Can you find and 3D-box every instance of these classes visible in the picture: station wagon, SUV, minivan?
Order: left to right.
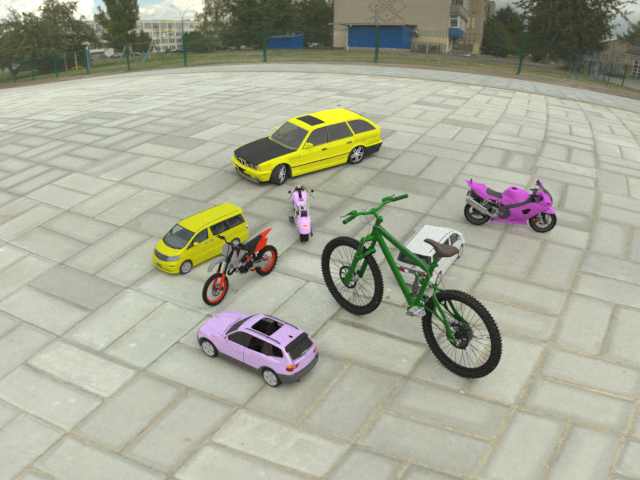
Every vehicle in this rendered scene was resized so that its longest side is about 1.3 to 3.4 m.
[{"bbox_3d":[-1.826,-0.038,10.670,0.681,0.616,1.548,24,36,37],"label":"minivan"},{"bbox_3d":[-0.765,1.196,8.387,1.572,0.580,0.656,18,33,31],"label":"SUV"},{"bbox_3d":[-0.248,-1.937,13.915,3.105,0.920,1.327,-19,33,-31],"label":"station wagon"},{"bbox_3d":[1.655,0.138,10.339,0.681,0.616,1.548,15,31,26],"label":"minivan"}]

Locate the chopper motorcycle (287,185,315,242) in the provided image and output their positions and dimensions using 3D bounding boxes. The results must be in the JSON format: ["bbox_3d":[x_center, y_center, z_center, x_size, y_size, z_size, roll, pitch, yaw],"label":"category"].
[{"bbox_3d":[-0.319,-0.562,11.499,0.466,0.761,1.563,-3,28,-6],"label":"chopper motorcycle"}]

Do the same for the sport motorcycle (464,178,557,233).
[{"bbox_3d":[3.105,-0.566,11.442,1.520,0.821,0.506,8,29,14],"label":"sport motorcycle"}]

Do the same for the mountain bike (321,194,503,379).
[{"bbox_3d":[1.017,0.512,8.494,1.114,1.688,2.857,-23,36,-37],"label":"mountain bike"}]

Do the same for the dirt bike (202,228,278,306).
[{"bbox_3d":[-1.093,0.316,9.746,0.527,0.857,1.493,20,34,33],"label":"dirt bike"}]
